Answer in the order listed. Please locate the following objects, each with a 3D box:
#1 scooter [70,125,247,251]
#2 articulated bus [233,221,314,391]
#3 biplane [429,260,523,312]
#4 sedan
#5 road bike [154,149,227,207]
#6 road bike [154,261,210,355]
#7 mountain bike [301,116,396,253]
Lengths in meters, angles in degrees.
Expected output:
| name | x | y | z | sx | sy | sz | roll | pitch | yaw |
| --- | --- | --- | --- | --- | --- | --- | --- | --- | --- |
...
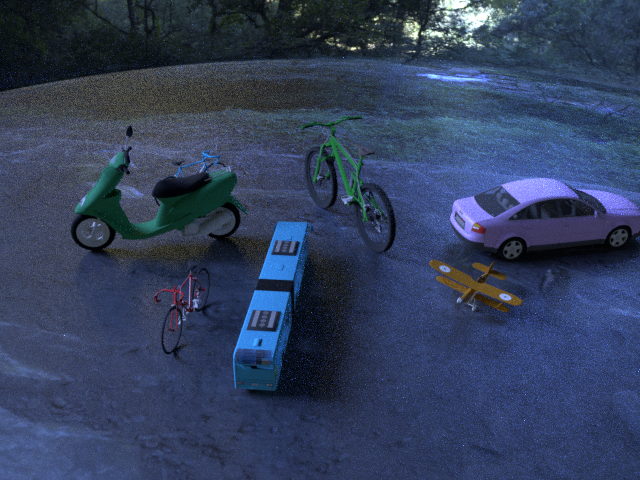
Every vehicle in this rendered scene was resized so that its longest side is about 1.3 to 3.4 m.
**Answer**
| name | x | y | z | sx | sy | sz | roll | pitch | yaw |
| --- | --- | --- | --- | --- | --- | --- | --- | --- | --- |
| scooter | -2.503 | -0.734 | 10.745 | 2.721 | 1.786 | 1.288 | -6 | 29 | -10 |
| articulated bus | -0.566 | 0.718 | 9.335 | 0.605 | 0.561 | 3.401 | 3 | 28 | 5 |
| biplane | 2.167 | 0.628 | 9.564 | 1.336 | 0.504 | 1.090 | 18 | 33 | 30 |
| sedan | 3.644 | -0.441 | 11.095 | 3.137 | 0.940 | 1.235 | -6 | 29 | -11 |
| road bike | -2.263 | -1.086 | 12.390 | 1.545 | 0.852 | 0.358 | -23 | 36 | -36 |
| road bike | -1.705 | 0.774 | 8.925 | 0.358 | 0.852 | 1.545 | 6 | 29 | 12 |
| mountain bike | 0.426 | -0.977 | 11.303 | 1.114 | 1.688 | 2.857 | -14 | 31 | -24 |
